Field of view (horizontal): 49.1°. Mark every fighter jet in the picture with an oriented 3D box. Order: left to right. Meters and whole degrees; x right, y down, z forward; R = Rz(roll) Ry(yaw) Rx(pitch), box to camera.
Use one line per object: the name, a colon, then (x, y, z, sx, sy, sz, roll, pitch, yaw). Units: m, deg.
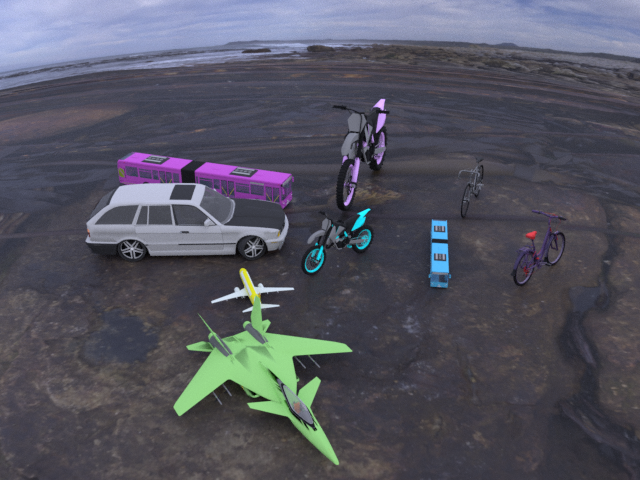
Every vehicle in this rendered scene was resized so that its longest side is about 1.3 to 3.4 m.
fighter jet: (-0.498, 1.547, 7.864, 2.229, 0.557, 2.640, -16, 32, -27)

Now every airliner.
airliner: (-0.967, 0.615, 9.760, 1.161, 0.429, 1.307, -8, 29, -15)

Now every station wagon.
station wagon: (-2.054, -0.349, 11.058, 3.105, 0.920, 1.327, -1, 28, -1)

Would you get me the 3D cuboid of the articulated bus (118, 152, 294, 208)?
articulated bus: (-2.130, -1.110, 12.878, 3.401, 0.561, 0.605, 9, 29, 17)

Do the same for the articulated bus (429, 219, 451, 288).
articulated bus: (1.827, 0.178, 10.738, 0.311, 0.289, 1.749, 4, 28, 7)

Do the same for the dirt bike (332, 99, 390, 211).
dirt bike: (0.823, -1.718, 12.846, 1.024, 1.666, 2.903, 10, 29, 17)

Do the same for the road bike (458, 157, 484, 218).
road bike: (2.704, -0.990, 12.342, 0.358, 0.852, 1.545, 12, 30, 22)

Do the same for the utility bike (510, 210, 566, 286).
utility bike: (3.182, 0.079, 10.221, 1.435, 0.946, 0.535, -24, 36, -37)

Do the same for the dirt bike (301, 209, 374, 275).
dirt bike: (0.290, -0.026, 10.516, 1.493, 0.857, 0.527, -23, 36, -37)
